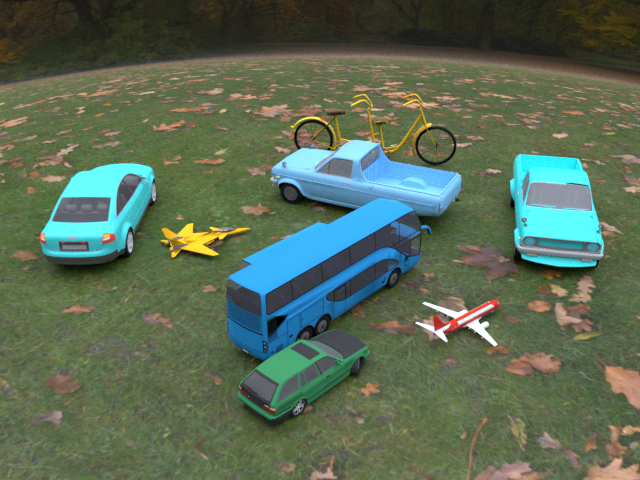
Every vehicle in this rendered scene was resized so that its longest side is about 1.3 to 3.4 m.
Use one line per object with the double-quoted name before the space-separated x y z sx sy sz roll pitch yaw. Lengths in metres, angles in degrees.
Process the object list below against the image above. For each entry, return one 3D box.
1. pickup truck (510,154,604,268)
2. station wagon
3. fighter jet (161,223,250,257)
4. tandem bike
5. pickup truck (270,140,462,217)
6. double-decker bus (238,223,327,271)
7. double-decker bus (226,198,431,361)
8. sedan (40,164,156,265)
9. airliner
"pickup truck" 3.616 -0.628 10.845 1.244 0.993 3.117 6 29 11
"station wagon" -0.135 1.378 7.633 0.682 0.473 1.597 24 36 38
"fighter jet" -1.687 -0.105 10.613 1.358 0.286 1.147 -14 31 -25
"tandem bike" 0.995 -2.115 13.280 3.192 1.326 0.550 5 28 9
"pickup truck" 0.735 -1.051 11.638 3.117 0.993 1.244 13 31 24
"double-decker bus" -0.454 0.290 9.603 0.389 0.541 1.672 23 36 36
"double-decker bus" 0.202 0.379 8.893 0.756 1.052 3.251 22 35 35
"sedan" -3.357 -0.613 10.872 1.235 0.940 3.137 0 28 0
"airliner" 1.806 0.889 8.598 1.307 0.429 1.161 -21 34 -34
